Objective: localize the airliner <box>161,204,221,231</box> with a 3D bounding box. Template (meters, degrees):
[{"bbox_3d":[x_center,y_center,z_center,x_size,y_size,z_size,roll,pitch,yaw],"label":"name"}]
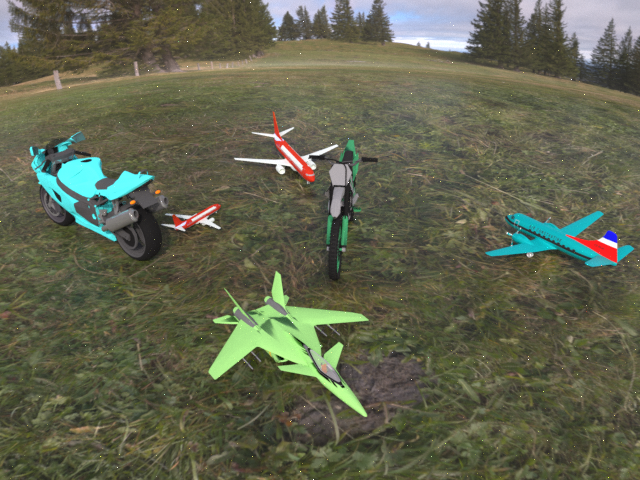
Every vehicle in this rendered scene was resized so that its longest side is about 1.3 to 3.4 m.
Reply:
[{"bbox_3d":[-2.095,-0.464,11.948,1.161,0.429,1.307,14,31,26],"label":"airliner"}]

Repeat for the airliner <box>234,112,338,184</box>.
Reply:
[{"bbox_3d":[-0.577,-1.877,14.241,2.257,0.835,2.541,-10,29,-19],"label":"airliner"}]

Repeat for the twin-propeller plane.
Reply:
[{"bbox_3d":[3.689,-0.104,10.854,2.663,0.792,2.129,-17,32,-30],"label":"twin-propeller plane"}]

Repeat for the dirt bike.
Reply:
[{"bbox_3d":[0.381,-0.641,10.943,1.024,1.666,2.903,3,28,7],"label":"dirt bike"}]

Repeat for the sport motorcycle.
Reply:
[{"bbox_3d":[-3.583,-0.690,11.112,2.955,1.596,0.983,19,33,32],"label":"sport motorcycle"}]

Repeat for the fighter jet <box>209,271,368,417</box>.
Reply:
[{"bbox_3d":[-0.223,1.254,8.480,2.229,0.557,2.640,-17,32,-29],"label":"fighter jet"}]
